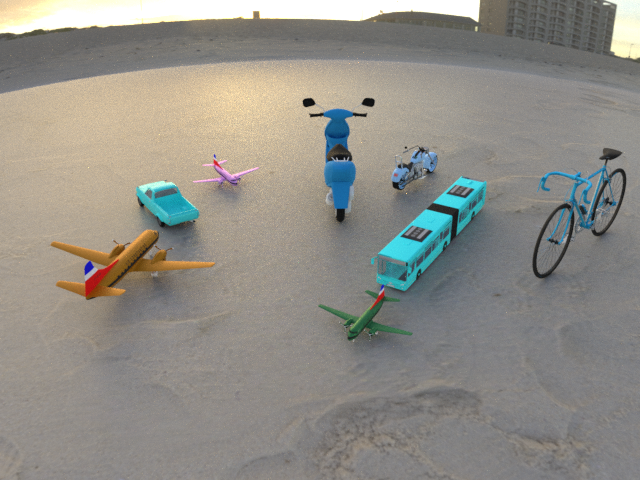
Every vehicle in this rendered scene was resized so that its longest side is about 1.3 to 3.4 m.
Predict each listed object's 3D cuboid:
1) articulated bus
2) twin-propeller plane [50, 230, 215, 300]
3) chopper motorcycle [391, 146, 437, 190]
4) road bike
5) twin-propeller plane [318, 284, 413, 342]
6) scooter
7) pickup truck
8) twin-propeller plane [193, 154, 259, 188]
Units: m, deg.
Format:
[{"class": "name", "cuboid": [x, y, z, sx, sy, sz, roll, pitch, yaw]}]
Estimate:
[{"class": "articulated bus", "cuboid": [1.872, -0.200, 11.286, 0.605, 0.561, 3.401, 16, 32, 27]}, {"class": "twin-propeller plane", "cuboid": [-2.865, 0.239, 10.233, 2.663, 0.792, 2.129, 7, 29, 13]}, {"class": "chopper motorcycle", "cuboid": [1.845, -1.477, 13.438, 0.466, 0.761, 1.563, 20, 34, 32]}, {"class": "road bike", "cuboid": [4.067, -0.511, 10.713, 0.696, 1.656, 3.004, 25, 37, 38]}, {"class": "twin-propeller plane", "cuboid": [0.627, 0.977, 9.273, 1.370, 0.407, 1.095, 15, 32, 25]}, {"class": "scooter", "cuboid": [0.335, -1.578, 12.547, 1.288, 1.786, 2.721, 0, 28, -1]}, {"class": "pickup truck", "cuboid": [-2.693, -0.688, 12.243, 0.640, 0.511, 1.603, -17, 33, -29]}, {"class": "twin-propeller plane", "cuboid": [-1.842, -1.321, 13.521, 1.370, 0.407, 1.095, -16, 32, -27]}]
